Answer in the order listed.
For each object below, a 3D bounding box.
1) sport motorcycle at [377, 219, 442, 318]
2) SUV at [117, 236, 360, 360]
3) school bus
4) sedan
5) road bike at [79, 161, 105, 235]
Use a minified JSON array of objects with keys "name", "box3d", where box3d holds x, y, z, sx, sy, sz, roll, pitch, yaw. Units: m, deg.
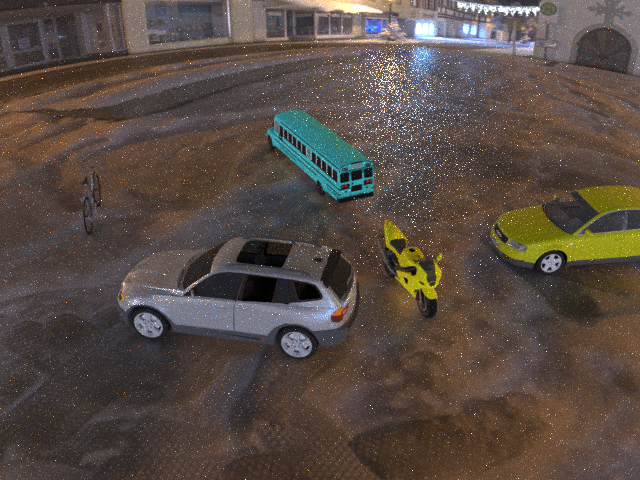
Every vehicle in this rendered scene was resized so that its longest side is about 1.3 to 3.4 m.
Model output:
[{"name":"sport motorcycle","box3d":[1.206,0.381,9.455,0.506,0.821,1.520,-10,32,-17]},{"name":"SUV","box3d":[-1.023,0.582,8.802,3.058,1.128,1.276,6,31,10]},{"name":"school bus","box3d":[-0.108,-1.647,12.924,0.709,0.844,3.322,-14,33,-22]},{"name":"sedan","box3d":[4.124,-0.241,10.408,3.137,0.940,1.235,-4,30,-7]},{"name":"road bike","box3d":[-3.702,-0.720,11.321,0.358,0.852,1.545,-4,30,-7]}]
